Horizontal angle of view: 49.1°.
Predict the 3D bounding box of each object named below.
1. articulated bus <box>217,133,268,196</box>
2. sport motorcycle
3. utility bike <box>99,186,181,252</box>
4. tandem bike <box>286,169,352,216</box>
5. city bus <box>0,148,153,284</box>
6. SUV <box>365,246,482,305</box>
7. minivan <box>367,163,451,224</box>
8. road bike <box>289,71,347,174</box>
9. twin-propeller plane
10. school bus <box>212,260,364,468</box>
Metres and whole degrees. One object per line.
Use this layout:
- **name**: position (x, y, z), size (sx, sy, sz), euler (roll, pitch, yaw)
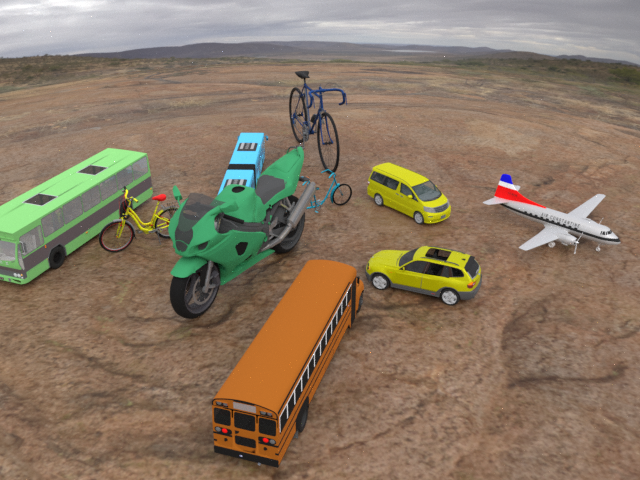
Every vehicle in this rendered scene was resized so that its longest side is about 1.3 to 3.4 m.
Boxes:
- **articulated bus**: position (-1.368, -1.140, 12.497), size (0.605, 0.561, 3.401), euler (1, 27, 1)
- **sport motorcycle**: position (-1.038, -0.167, 9.493), size (0.983, 1.596, 2.955), euler (15, 31, 27)
- **utility bike**: position (-2.620, -0.326, 10.507), size (1.435, 0.946, 0.535), euler (-17, 32, -29)
- **tandem bike**: position (-0.164, -0.756, 11.625), size (1.642, 0.682, 0.283), euler (-15, 31, -26)
- **city bus**: position (-3.828, -0.445, 10.794), size (0.926, 0.894, 3.255), euler (10, 29, 18)
- **SUV**: position (1.404, 0.396, 9.511), size (1.572, 0.580, 0.656), euler (11, 30, 21)
- **minivan**: position (1.498, -0.792, 11.767), size (0.681, 0.616, 1.548), euler (-21, 34, -34)
- **road bike**: position (-0.157, -2.439, 13.815), size (0.697, 1.656, 3.004), euler (-9, 29, -17)
- **twin-propeller plane**: position (3.640, -0.421, 10.859), size (2.129, 0.792, 2.663), euler (24, 35, 38)
- **school bus**: position (-0.195, 1.110, 7.846), size (0.709, 0.844, 3.322), euler (8, 29, 16)
